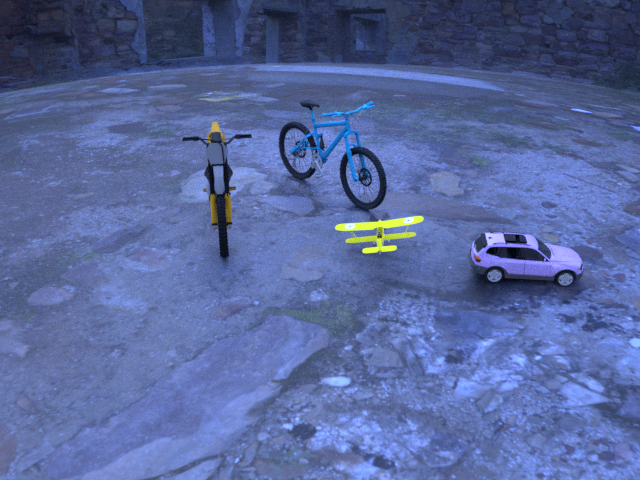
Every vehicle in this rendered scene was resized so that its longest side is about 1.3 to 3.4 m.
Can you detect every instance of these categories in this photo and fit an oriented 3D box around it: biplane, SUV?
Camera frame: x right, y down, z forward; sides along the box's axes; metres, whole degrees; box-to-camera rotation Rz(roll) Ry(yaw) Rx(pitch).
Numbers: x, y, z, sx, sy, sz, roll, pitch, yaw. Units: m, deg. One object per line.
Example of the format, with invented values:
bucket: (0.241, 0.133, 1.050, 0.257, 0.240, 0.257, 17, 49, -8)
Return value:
biplane: (0.881, -0.052, 10.555, 1.336, 0.504, 1.090, 2, 27, 4)
SUV: (2.918, 0.235, 9.916, 1.572, 0.580, 0.656, 3, 27, 5)

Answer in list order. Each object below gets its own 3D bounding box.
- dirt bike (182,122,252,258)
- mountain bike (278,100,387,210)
dirt bike: (-1.580, -0.967, 11.062, 1.024, 1.666, 2.903, -4, 28, -8)
mountain bike: (0.150, -1.617, 12.299, 1.114, 1.688, 2.857, -21, 34, -35)
